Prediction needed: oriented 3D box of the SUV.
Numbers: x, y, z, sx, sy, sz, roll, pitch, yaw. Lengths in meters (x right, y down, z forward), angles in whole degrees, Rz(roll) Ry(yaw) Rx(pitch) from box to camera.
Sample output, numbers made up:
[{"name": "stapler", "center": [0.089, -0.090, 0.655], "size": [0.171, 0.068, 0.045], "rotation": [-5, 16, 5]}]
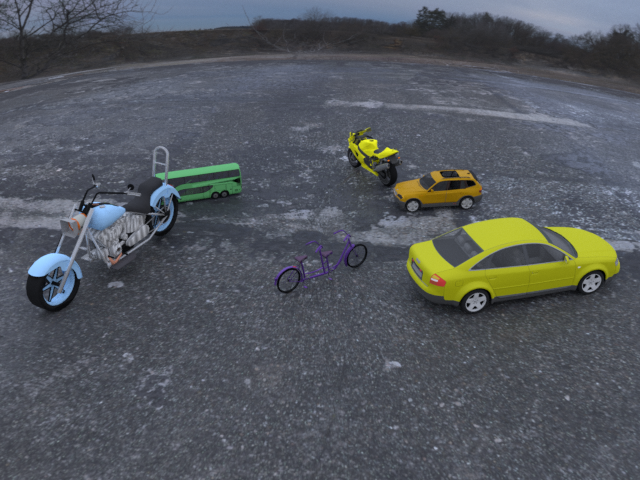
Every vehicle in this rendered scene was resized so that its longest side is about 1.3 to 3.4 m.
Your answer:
[{"name": "SUV", "center": [2.086, -0.908, 12.396], "size": [1.572, 0.580, 0.656], "rotation": [-3, 29, -6]}]

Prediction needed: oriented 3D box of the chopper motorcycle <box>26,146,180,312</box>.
[{"name": "chopper motorcycle", "center": [-3.113, -0.232, 10.275], "size": [0.906, 1.480, 3.040], "rotation": [14, 32, 24]}]

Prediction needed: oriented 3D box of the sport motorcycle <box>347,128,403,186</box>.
[{"name": "sport motorcycle", "center": [0.993, -1.601, 13.385], "size": [0.506, 0.821, 1.520], "rotation": [-18, 34, -29]}]

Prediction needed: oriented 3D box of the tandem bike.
[{"name": "tandem bike", "center": [0.039, 0.290, 10.161], "size": [1.642, 0.682, 0.283], "rotation": [-18, 34, -29]}]

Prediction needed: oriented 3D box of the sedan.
[{"name": "sedan", "center": [2.805, 0.224, 10.014], "size": [3.137, 0.940, 1.235], "rotation": [-7, 30, -13]}]

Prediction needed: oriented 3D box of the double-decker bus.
[{"name": "double-decker bus", "center": [-2.247, -0.997, 12.596], "size": [1.672, 0.541, 0.389], "rotation": [-10, 31, -17]}]
